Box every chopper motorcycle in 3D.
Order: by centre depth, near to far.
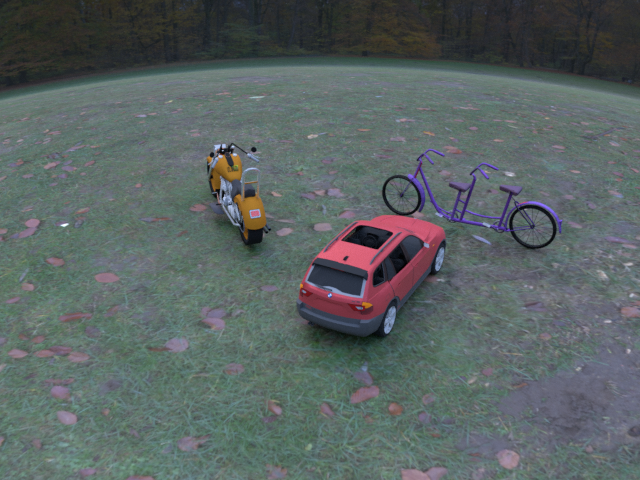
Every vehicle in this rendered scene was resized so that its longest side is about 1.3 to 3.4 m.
[{"bbox_3d":[-1.529,-1.034,12.163,0.906,1.480,3.040,-10,29,-18],"label":"chopper motorcycle"}]

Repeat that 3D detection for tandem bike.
[{"bbox_3d":[2.476,-0.732,11.750,3.192,1.326,0.550,16,32,28],"label":"tandem bike"}]

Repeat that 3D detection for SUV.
[{"bbox_3d":[0.830,0.278,10.034,1.276,1.128,3.058,14,31,25],"label":"SUV"}]
